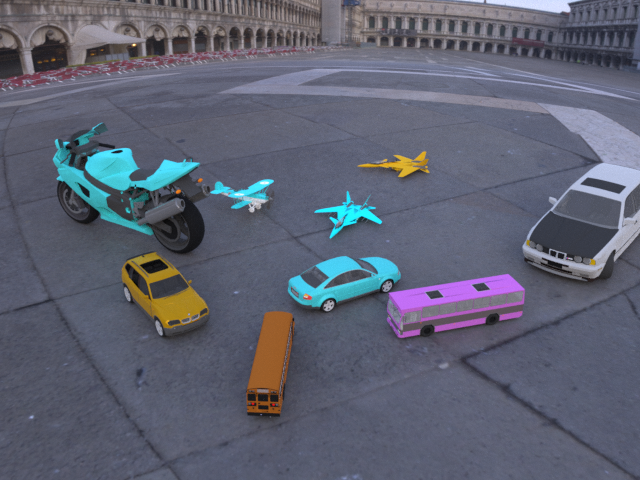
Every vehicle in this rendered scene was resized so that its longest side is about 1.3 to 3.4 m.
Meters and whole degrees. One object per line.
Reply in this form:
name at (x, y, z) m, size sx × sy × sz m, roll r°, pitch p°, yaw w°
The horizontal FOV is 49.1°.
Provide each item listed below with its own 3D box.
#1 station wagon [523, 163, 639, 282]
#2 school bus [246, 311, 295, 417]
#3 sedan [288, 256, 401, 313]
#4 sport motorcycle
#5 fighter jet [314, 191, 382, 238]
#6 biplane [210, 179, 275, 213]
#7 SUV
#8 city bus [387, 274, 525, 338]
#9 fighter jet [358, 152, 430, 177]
station wagon at (4.173, -0.394, 10.582) m, size 1.327 × 0.920 × 3.105 m, roll 20°, pitch 33°, yaw 33°
school bus at (-0.524, 1.292, 7.840) m, size 0.365 × 0.434 × 1.708 m, roll 2°, pitch 27°, yaw 3°
sedan at (0.348, 0.497, 9.330) m, size 1.613 × 0.483 × 0.635 m, roll -15°, pitch 31°, yaw -27°
sport motorcycle at (-2.939, -0.760, 10.556) m, size 2.955 × 1.596 × 0.983 m, roll 15°, pitch 31°, yaw 26°
fighter jet at (0.412, -0.392, 11.272) m, size 1.147 × 0.286 × 1.358 m, roll 11°, pitch 29°, yaw 20°
biplane at (-1.280, -0.763, 11.754) m, size 1.090 × 0.504 × 1.336 m, roll 11°, pitch 29°, yaw 20°
SUV at (-2.006, 0.648, 8.930) m, size 0.656 × 0.580 × 1.572 m, roll -19°, pitch 33°, yaw -32°
city bus at (1.688, 0.829, 8.711) m, size 1.674 × 0.460 × 0.476 m, roll -8°, pitch 28°, yaw -15°
fighter jet at (1.393, -1.492, 13.408) m, size 1.358 × 0.286 × 1.147 m, roll 0°, pitch 27°, yaw 1°
